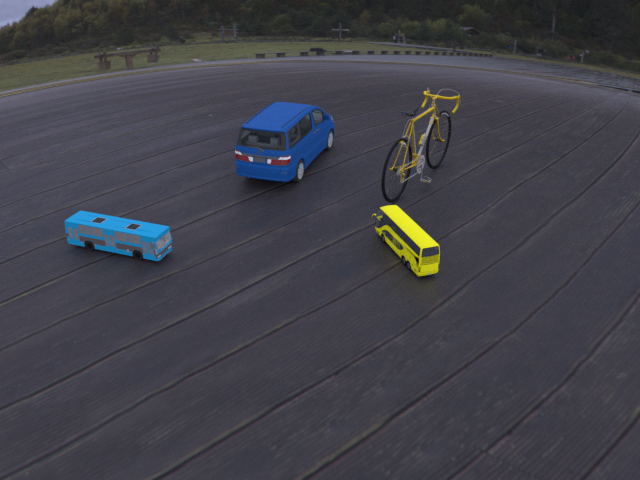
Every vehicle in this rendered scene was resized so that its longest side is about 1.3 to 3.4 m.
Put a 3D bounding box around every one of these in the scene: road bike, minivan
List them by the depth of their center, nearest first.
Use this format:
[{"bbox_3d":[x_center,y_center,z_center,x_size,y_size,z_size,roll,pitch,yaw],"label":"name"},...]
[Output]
[{"bbox_3d":[1.855,-1.819,12.979,0.696,1.656,3.004,16,32,28],"label":"road bike"},{"bbox_3d":[-0.620,-2.119,14.027,1.324,1.197,3.011,9,29,17],"label":"minivan"}]

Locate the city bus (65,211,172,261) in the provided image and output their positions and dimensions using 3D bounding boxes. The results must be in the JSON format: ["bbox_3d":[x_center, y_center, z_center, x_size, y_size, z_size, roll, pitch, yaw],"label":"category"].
[{"bbox_3d":[-3.149,-0.053,10.942,1.674,0.460,0.476,10,30,18],"label":"city bus"}]

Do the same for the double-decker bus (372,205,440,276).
[{"bbox_3d":[1.314,-0.033,10.819,0.389,0.541,1.672,-10,30,-17],"label":"double-decker bus"}]
